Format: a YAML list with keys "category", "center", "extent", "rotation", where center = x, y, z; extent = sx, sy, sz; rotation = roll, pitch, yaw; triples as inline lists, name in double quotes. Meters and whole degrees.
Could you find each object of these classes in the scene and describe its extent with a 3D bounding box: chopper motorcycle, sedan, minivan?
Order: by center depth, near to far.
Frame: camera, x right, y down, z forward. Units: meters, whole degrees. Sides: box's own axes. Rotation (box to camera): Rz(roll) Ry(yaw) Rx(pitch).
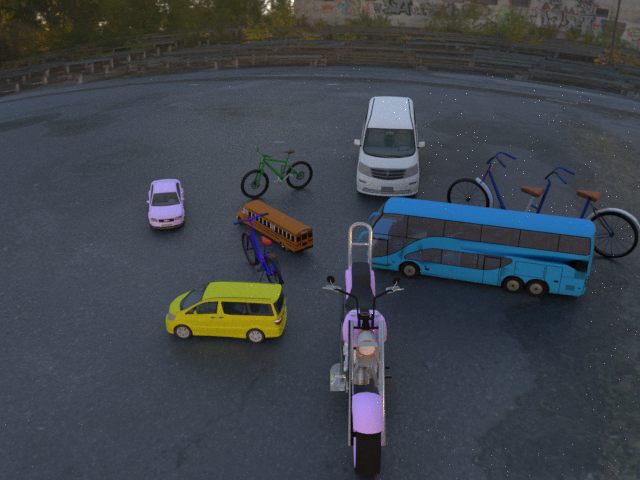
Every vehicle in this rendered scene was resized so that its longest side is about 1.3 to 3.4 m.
- category: "chopper motorcycle"
  center: [0.473, 1.061, 7.739]
  extent: [0.906, 1.480, 3.040]
  rotation: [0, 27, 1]
- category: "minivan"
  center: [-1.217, 0.888, 9.019]
  extent: [1.548, 0.616, 0.681]
  rotation: [3, 27, 5]
- category: "sedan"
  center: [-2.688, -0.690, 12.224]
  extent: [0.635, 0.483, 1.613]
  rotation: [-5, 28, -10]
- category: "minivan"
  center: [1.359, -1.869, 13.732]
  extent: [1.324, 1.197, 3.011]
  rotation: [3, 27, 5]

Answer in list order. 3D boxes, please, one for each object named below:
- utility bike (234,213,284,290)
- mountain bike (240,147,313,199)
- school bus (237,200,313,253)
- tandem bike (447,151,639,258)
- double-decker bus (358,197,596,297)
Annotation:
- category: "utility bike"
  center: [-0.898, 0.149, 10.091]
  extent: [0.535, 0.946, 1.435]
  rotation: [-14, 30, -25]
- category: "mountain bike"
  center: [-0.789, -1.258, 12.905]
  extent: [1.469, 0.868, 0.573]
  rotation: [-14, 30, -25]
- category: "school bus"
  center: [-0.780, -0.256, 11.436]
  extent: [0.365, 0.434, 1.708]
  rotation: [-21, 34, -35]
- category: "tandem bike"
  center: [3.514, -0.609, 11.148]
  extent: [3.192, 1.326, 0.550]
  rotation: [17, 32, 30]
- category: "double-decker bus"
  center: [2.211, 0.072, 10.125]
  extent: [3.251, 1.052, 0.756]
  rotation: [8, 28, 15]
